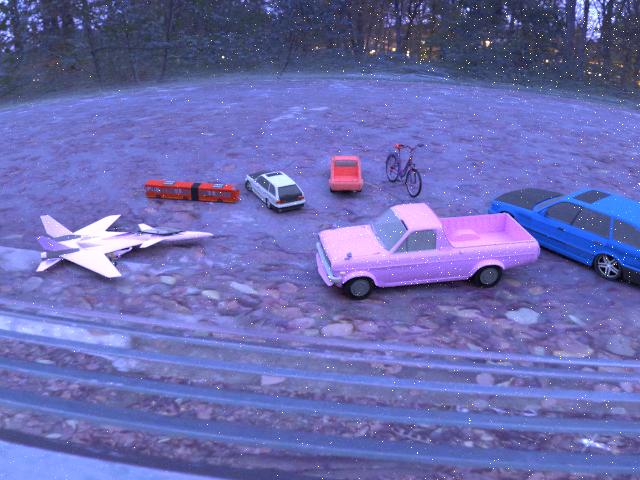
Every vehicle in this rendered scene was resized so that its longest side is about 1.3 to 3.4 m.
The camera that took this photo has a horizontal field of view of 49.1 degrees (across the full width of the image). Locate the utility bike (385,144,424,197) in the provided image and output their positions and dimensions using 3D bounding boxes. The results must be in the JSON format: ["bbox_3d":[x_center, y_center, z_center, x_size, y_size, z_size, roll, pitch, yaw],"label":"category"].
[{"bbox_3d":[1.613,-1.426,13.199,0.535,0.946,1.435,-10,28,-19],"label":"utility bike"}]

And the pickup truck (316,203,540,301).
[{"bbox_3d":[1.515,0.054,10.093,3.117,0.993,1.244,-5,26,-10],"label":"pickup truck"}]

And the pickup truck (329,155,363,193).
[{"bbox_3d":[0.497,-1.325,13.491,0.640,0.511,1.603,0,26,1],"label":"pickup truck"}]

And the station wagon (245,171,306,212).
[{"bbox_3d":[-0.851,-0.998,12.858,0.682,0.473,1.597,-12,29,-24],"label":"station wagon"}]

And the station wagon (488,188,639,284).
[{"bbox_3d":[4.092,-0.284,10.874,1.327,0.920,3.105,-19,32,-33],"label":"station wagon"}]

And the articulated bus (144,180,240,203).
[{"bbox_3d":[-2.355,-0.894,12.857,1.749,0.289,0.311,4,26,8],"label":"articulated bus"}]

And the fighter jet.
[{"bbox_3d":[-2.996,-0.095,10.901,2.640,0.557,2.229,-6,27,-13],"label":"fighter jet"}]
